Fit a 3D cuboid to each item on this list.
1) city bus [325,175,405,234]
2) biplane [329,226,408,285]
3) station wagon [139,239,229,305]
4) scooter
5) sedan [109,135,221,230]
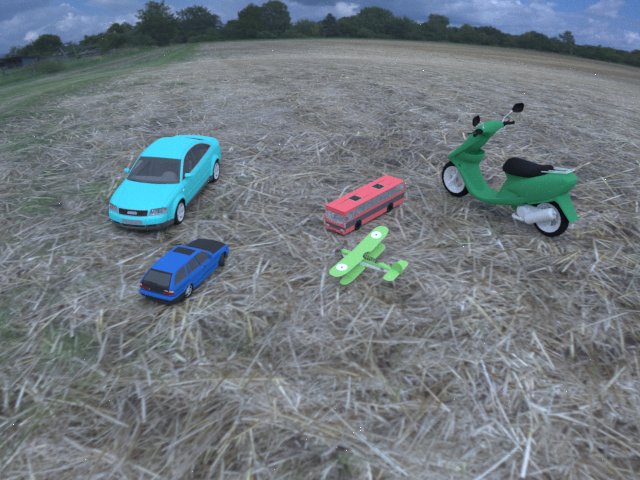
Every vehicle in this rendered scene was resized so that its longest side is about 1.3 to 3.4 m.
[{"bbox_3d":[0.775,-0.594,11.783,0.476,0.460,1.674,23,36,35],"label":"city bus"},{"bbox_3d":[0.704,0.323,10.043,1.090,0.504,1.336,20,34,32],"label":"biplane"},{"bbox_3d":[-1.909,0.341,10.041,0.682,0.473,1.597,12,31,21],"label":"station wagon"},{"bbox_3d":[3.087,-1.209,11.526,1.288,1.786,2.721,-21,35,-34],"label":"scooter"},{"bbox_3d":[-2.678,-1.177,12.357,1.235,0.940,3.137,5,29,10],"label":"sedan"}]
